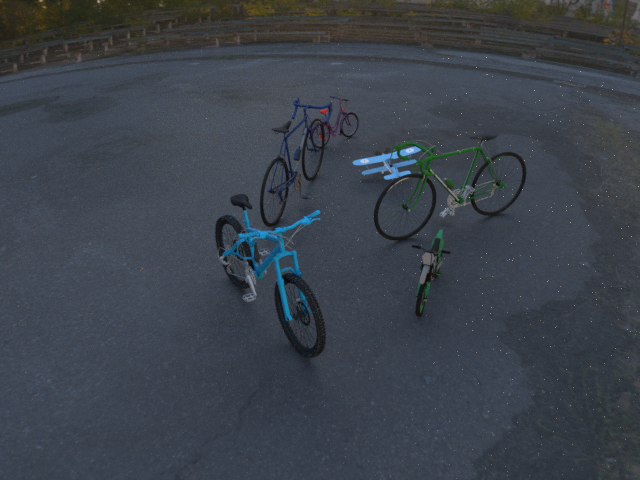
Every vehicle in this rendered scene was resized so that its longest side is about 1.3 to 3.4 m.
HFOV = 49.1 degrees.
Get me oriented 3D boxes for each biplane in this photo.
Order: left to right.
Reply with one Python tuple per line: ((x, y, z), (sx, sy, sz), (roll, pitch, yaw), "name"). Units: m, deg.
((1.305, -1.389, 13.160), (1.336, 0.504, 1.090), (-6, 31, -10), "biplane")

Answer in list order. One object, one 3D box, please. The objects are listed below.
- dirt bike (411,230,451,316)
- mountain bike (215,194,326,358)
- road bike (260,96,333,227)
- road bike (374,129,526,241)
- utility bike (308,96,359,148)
((1.555, 0.398, 9.797), (0.527, 0.857, 1.493), (10, 32, 17), "dirt bike")
((-0.741, 0.299, 9.150), (1.114, 1.688, 2.857), (-18, 35, -28), "mountain bike")
((-0.427, -1.440, 12.117), (0.696, 1.656, 3.004), (10, 32, 17), "road bike")
((2.174, -0.935, 11.264), (3.004, 1.656, 0.697), (-14, 34, -23), "road bike")
((0.263, -2.493, 14.591), (1.435, 0.946, 0.535), (-25, 39, -36), "utility bike")
